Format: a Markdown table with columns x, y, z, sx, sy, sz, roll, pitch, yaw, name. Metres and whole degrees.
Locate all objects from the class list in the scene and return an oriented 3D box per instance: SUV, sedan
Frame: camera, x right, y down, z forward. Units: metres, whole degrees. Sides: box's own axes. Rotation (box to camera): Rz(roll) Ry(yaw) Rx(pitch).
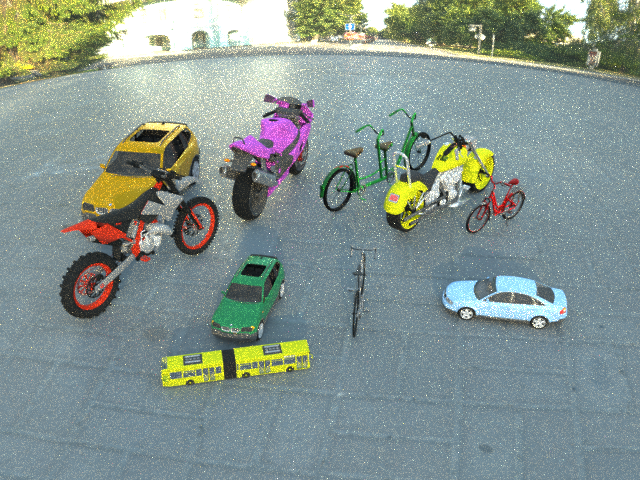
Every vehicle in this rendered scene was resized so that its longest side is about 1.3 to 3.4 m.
| x | y | z | sx | sy | sz | roll | pitch | yaw | name |
| --- | --- | --- | --- | --- | --- | --- | --- | --- | --- |
| -0.925 | 0.726 | 9.253 | 0.656 | 0.580 | 1.572 | 7 | 30 | 12 | SUV |
| -3.036 | -1.181 | 12.151 | 1.276 | 1.128 | 3.058 | 5 | 29 | 8 | SUV |
| 2.446 | 0.761 | 9.289 | 1.613 | 0.483 | 0.635 | 6 | 29 | 11 | sedan |

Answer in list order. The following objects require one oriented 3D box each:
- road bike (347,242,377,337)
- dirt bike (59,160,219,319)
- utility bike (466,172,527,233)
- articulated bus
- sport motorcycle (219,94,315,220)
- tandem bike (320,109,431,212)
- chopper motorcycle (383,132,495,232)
| x | y | z | sx | sy | sz | roll | pitch | yaw | name |
| --- | --- | --- | --- | --- | --- | --- | --- | --- | --- |
| 0.522 | 0.596 | 9.208 | 0.358 | 0.852 | 1.545 | 4 | 29 | 7 | road bike |
| -2.439 | -0.140 | 9.701 | 1.024 | 1.666 | 2.903 | 18 | 34 | 30 | dirt bike |
| 2.935 | -0.629 | 11.336 | 1.435 | 0.946 | 0.535 | -19 | 34 | -31 | utility bike |
| -0.971 | 1.449 | 8.242 | 1.749 | 0.289 | 0.311 | -6 | 29 | -10 | articulated bus |
| -0.818 | -1.518 | 12.278 | 0.983 | 1.596 | 2.955 | 10 | 30 | 18 | sport motorcycle |
| 1.079 | -1.499 | 12.524 | 0.550 | 1.326 | 3.192 | 24 | 37 | 36 | tandem bike |
| 2.109 | -1.159 | 11.746 | 0.906 | 1.480 | 3.040 | 23 | 36 | 36 | chopper motorcycle |
